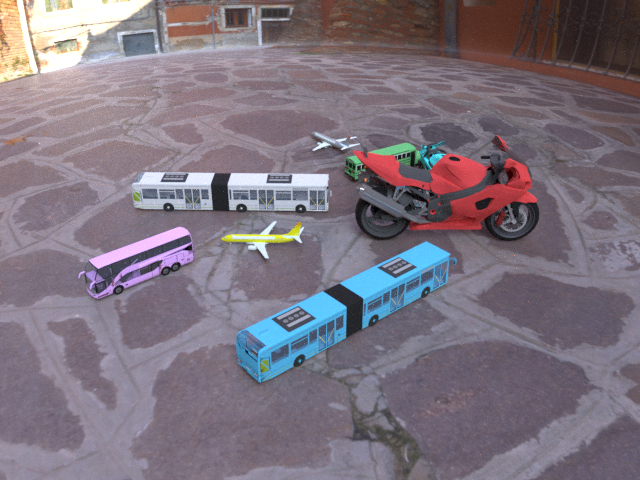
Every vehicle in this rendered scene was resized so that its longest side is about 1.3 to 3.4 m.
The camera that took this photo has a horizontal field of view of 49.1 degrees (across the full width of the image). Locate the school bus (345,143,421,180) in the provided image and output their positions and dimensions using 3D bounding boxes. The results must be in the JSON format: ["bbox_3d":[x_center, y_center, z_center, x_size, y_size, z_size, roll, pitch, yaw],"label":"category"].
[{"bbox_3d":[1.277,-1.525,13.437,1.708,0.434,0.365,-17,34,-27],"label":"school bus"}]

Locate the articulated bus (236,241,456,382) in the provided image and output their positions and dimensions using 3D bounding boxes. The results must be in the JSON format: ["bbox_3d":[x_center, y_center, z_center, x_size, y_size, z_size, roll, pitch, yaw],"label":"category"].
[{"bbox_3d":[0.439,0.857,9.196,3.401,0.561,0.605,-23,37,-34],"label":"articulated bus"}]

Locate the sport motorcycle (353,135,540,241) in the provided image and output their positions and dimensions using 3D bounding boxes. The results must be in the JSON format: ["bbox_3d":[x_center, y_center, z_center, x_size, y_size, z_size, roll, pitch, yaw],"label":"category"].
[{"bbox_3d":[1.970,-0.715,10.877,2.955,1.596,0.983,1,30,2],"label":"sport motorcycle"}]

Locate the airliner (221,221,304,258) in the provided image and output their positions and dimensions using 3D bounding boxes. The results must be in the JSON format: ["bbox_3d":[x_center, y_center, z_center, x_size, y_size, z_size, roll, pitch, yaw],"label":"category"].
[{"bbox_3d":[-0.912,-0.102,10.983,1.307,0.429,1.161,1,30,3],"label":"airliner"}]

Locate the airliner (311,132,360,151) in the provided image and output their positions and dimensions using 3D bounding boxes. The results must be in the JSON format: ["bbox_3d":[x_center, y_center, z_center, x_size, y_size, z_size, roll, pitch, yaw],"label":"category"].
[{"bbox_3d":[0.219,-2.129,14.483,1.161,0.429,1.307,-22,37,-33],"label":"airliner"}]

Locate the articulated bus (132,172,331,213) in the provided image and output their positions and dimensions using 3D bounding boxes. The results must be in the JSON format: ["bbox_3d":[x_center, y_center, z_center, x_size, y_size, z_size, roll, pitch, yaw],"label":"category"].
[{"bbox_3d":[-1.501,-0.832,12.113,3.401,0.561,0.605,1,30,1],"label":"articulated bus"}]

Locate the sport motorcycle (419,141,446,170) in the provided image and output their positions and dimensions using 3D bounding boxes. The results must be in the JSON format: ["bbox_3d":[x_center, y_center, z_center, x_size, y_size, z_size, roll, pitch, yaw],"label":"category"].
[{"bbox_3d":[2.198,-1.213,12.511,0.506,0.821,1.520,-12,32,-20],"label":"sport motorcycle"}]

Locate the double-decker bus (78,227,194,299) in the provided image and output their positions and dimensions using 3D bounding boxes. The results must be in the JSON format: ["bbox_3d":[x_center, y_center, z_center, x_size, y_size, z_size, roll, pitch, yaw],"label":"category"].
[{"bbox_3d":[-2.619,0.331,10.125,1.672,0.541,0.389,-23,37,-34],"label":"double-decker bus"}]
